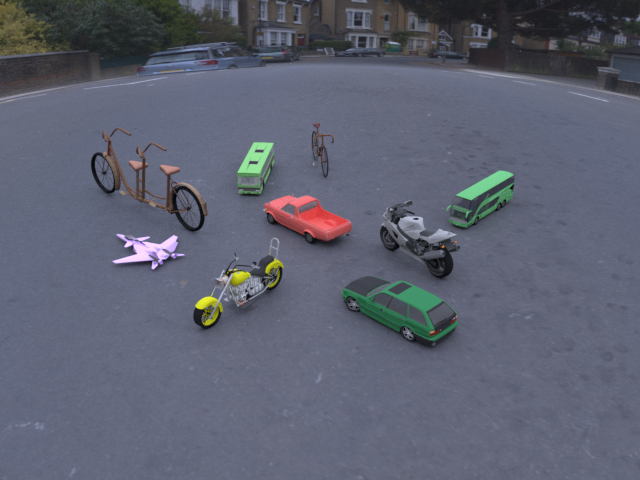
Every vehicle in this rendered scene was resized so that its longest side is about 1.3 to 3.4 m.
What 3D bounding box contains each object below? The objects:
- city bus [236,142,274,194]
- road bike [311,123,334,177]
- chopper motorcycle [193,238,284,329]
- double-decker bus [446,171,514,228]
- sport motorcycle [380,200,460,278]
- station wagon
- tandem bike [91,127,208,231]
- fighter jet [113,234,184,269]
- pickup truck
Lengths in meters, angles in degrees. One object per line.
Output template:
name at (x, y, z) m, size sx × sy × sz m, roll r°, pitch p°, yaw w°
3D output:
city bus at (-1.202, -1.366, 13.329) m, size 0.476 × 0.460 × 1.674 m, roll 3°, pitch 27°, yaw 5°
road bike at (-0.006, -1.828, 13.801) m, size 0.358 × 0.852 × 1.545 m, roll -5°, pitch 28°, yaw -10°
chopper motorcycle at (-1.055, 0.556, 9.241) m, size 0.466 × 0.761 × 1.563 m, roll 21°, pitch 34°, yaw 35°
double-decker bus at (2.765, -0.693, 11.924) m, size 0.389 × 0.541 × 1.672 m, roll 22°, pitch 34°, yaw 36°
sport motorcycle at (1.414, -0.026, 10.313) m, size 0.506 × 0.821 × 1.520 m, roll -19°, pitch 33°, yaw -32°
station wagon at (0.997, 0.809, 9.063) m, size 0.682 × 0.473 × 1.597 m, roll -24°, pitch 36°, yaw -39°
tandem bike at (-2.991, -1.088, 11.834) m, size 3.192 × 1.326 × 0.550 m, roll 22°, pitch 34°, yaw 36°
fighter jet at (-2.749, 0.039, 10.772) m, size 1.358 × 0.286 × 1.147 m, roll 22°, pitch 34°, yaw 36°
pickup truck at (-0.223, -0.397, 11.379) m, size 0.640 × 0.511 × 1.603 m, roll -23°, pitch 35°, yaw -37°
